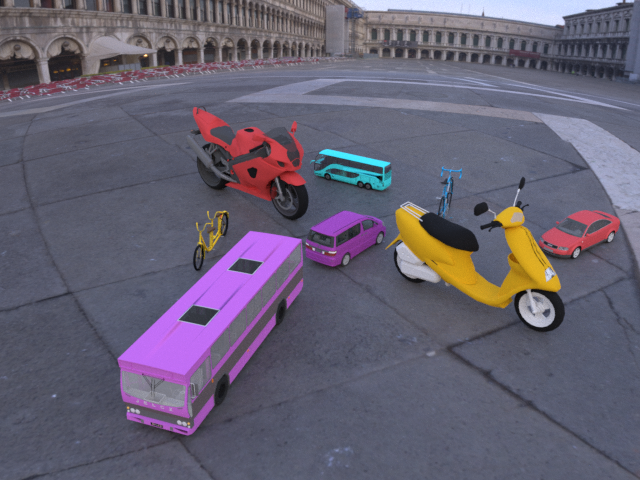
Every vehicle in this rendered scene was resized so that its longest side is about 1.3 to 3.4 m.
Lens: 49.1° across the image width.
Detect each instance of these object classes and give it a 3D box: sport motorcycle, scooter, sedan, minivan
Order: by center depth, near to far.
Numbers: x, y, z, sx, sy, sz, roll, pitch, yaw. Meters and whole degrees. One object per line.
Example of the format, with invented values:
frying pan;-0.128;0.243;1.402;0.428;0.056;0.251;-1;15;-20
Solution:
scooter;2.058;0.076;9.403;2.721;1.786;1.288;21;33;36
minivan;0.441;-0.106;11.075;0.681;0.616;1.548;19;32;33
sedan;4.203;-0.153;11.316;1.613;0.483;0.635;-19;32;-33
sport motorcycle;-1.295;-1.422;12.609;2.955;1.596;0.983;23;35;38

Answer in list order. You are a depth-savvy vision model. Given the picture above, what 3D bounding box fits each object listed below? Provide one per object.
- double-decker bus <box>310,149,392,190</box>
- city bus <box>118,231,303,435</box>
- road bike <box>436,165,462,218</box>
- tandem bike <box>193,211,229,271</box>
double-decker bus;0.604;-1.386;13.716;1.672;0.541;0.389;16;31;29
city bus;-1.159;0.993;8.567;0.926;0.894;3.255;9;28;18
road bike;2.180;-0.752;12.101;0.358;0.852;1.545;9;28;16
tandem bike;-1.707;-0.126;11.040;0.283;0.682;1.642;5;27;10
